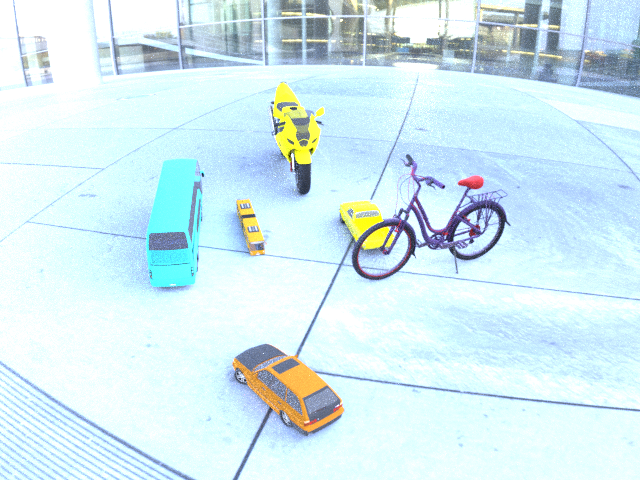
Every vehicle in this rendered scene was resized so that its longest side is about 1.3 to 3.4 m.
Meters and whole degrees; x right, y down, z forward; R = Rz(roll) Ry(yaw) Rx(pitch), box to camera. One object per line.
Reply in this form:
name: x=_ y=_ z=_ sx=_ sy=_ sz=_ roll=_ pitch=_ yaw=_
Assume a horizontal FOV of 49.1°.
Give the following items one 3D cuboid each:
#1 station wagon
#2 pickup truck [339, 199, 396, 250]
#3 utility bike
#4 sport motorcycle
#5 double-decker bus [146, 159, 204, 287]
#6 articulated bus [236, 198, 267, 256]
station wagon: x=-0.419 y=1.652 z=8.272 sx=0.682 sy=0.473 sz=1.597 roll=-21 pitch=34 yaw=-33
pickup truck: x=0.787 y=-0.305 z=11.920 sx=0.640 sy=0.511 sz=1.603 roll=-6 pitch=29 yaw=-12
utility bike: x=1.800 y=-0.300 z=10.494 sx=2.791 sy=1.839 sz=1.039 roll=-11 pitch=30 yaw=-20
sport motorcycle: x=-0.537 y=-2.112 z=14.166 sx=0.983 sy=1.596 sz=2.955 roll=-5 pitch=28 yaw=-10
double-decker bus: x=-2.342 y=-0.409 z=11.538 sx=0.756 sy=1.052 sz=3.251 roll=-3 pitch=28 yaw=-6
articulated bus: x=-1.210 y=-0.251 z=12.056 sx=0.311 sy=0.289 sz=1.749 roll=-6 pitch=29 yaw=-12
